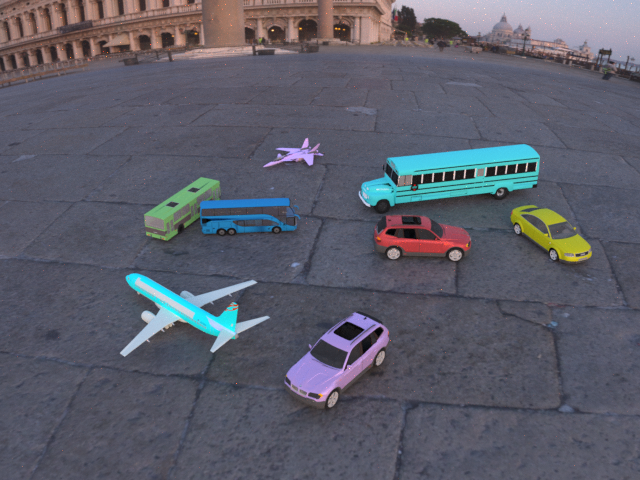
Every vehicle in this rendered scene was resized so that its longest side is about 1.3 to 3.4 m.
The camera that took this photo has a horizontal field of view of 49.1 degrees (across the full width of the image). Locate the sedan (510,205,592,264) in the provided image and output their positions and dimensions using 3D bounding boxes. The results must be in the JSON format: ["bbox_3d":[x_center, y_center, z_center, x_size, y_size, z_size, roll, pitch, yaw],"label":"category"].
[{"bbox_3d":[3.767,-0.152,11.443,0.635,0.483,1.613,-11,31,-19],"label":"sedan"}]

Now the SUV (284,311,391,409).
[{"bbox_3d":[0.233,1.420,8.563,0.656,0.580,1.572,22,36,33],"label":"SUV"}]

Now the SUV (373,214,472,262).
[{"bbox_3d":[1.630,-0.065,11.189,1.572,0.580,0.656,1,30,2],"label":"SUV"}]

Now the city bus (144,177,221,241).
[{"bbox_3d":[-2.346,-0.541,12.154,0.476,0.460,1.674,13,32,22],"label":"city bus"}]

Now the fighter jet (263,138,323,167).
[{"bbox_3d":[-0.629,-1.768,14.501,1.358,0.286,1.147,-22,36,-34],"label":"fighter jet"}]

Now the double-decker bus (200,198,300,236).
[{"bbox_3d":[-1.178,-0.401,11.824,1.672,0.541,0.389,-2,30,-4],"label":"double-decker bus"}]

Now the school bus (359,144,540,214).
[{"bbox_3d":[2.360,-1.153,12.846,3.322,0.844,0.709,-7,30,-12],"label":"school bus"}]

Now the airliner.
[{"bbox_3d":[-1.911,0.754,9.482,2.541,0.835,2.257,24,37,36],"label":"airliner"}]
